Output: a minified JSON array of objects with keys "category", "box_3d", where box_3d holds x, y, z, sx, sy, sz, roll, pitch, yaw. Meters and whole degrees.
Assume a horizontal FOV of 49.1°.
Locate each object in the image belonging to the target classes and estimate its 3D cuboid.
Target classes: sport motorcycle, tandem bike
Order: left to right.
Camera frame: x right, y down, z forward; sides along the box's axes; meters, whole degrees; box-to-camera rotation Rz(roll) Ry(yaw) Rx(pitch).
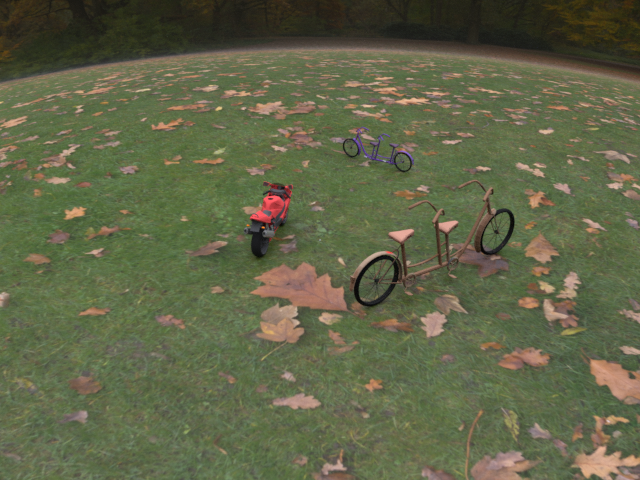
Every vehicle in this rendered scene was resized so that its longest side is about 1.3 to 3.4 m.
[{"category":"sport motorcycle","box_3d":[-0.779,-0.365,11.054,0.506,0.821,1.520,8,31,14]},{"category":"tandem bike","box_3d":[1.123,-1.793,13.707,1.642,0.682,0.283,20,35,31]},{"category":"tandem bike","box_3d":[1.696,-0.012,9.924,3.192,1.326,0.550,-19,35,-30]}]
